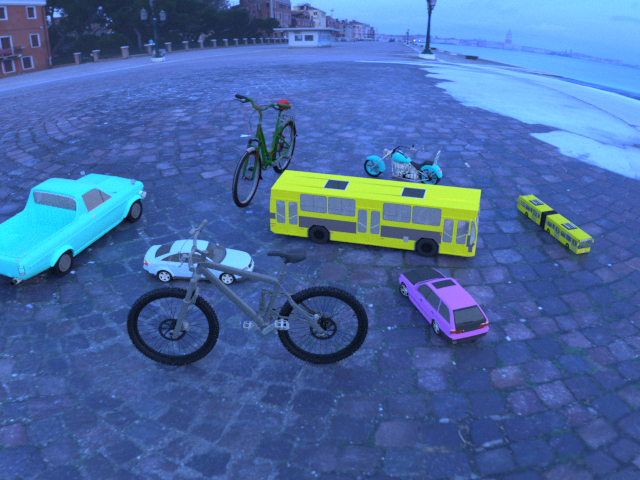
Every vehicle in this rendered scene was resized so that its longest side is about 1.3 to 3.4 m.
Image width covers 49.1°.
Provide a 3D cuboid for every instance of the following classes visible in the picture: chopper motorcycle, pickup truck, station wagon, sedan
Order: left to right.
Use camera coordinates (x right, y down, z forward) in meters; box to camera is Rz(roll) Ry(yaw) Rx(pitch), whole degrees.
[{"bbox_3d":[-4.033,-0.356,10.951,1.244,0.993,3.117,10,30,18],"label":"pickup truck"},{"bbox_3d":[-1.783,0.285,10.306,1.613,0.483,0.635,2,29,4],"label":"sedan"},{"bbox_3d":[1.563,-1.450,13.208,1.563,0.761,0.466,15,32,26],"label":"chopper motorcycle"},{"bbox_3d":[1.629,0.770,9.424,0.682,0.473,1.597,-10,30,-17],"label":"station wagon"}]

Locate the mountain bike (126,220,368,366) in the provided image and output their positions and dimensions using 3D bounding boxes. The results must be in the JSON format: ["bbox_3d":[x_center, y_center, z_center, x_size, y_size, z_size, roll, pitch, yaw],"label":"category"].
[{"bbox_3d":[-0.854,0.761,8.168,2.857,1.688,1.114,0,29,-1],"label":"mountain bike"}]

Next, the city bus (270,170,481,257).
[{"bbox_3d":[0.869,-0.409,11.152,3.255,0.894,0.926,7,29,13],"label":"city bus"}]

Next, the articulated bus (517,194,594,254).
[{"bbox_3d":[3.844,-0.291,11.571,0.311,0.289,1.749,-9,30,-16],"label":"articulated bus"}]

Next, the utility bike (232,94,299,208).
[{"bbox_3d":[-0.864,-1.788,12.701,1.039,1.839,2.791,10,30,18],"label":"utility bike"}]
